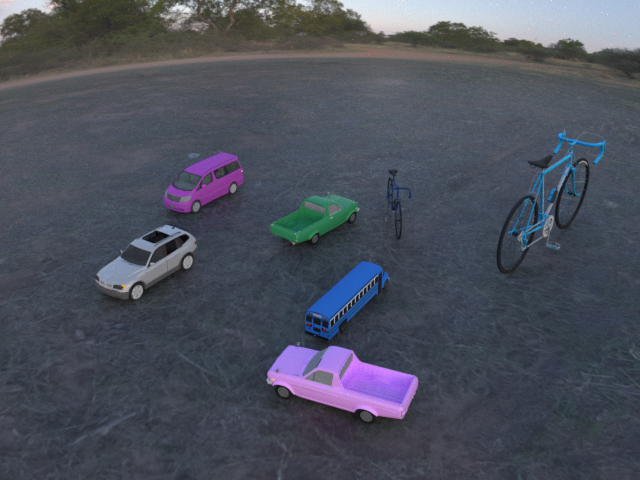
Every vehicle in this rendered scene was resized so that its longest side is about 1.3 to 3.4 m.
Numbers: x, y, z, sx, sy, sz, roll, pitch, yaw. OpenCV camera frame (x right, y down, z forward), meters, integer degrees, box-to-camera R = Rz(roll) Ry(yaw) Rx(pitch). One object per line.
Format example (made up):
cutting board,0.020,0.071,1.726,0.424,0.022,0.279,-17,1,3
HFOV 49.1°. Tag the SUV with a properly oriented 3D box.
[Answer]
SUV,-2.404,0.271,9.782,0.656,0.580,1.572,18,33,30

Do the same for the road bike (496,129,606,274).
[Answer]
road bike,3.379,-0.618,10.308,0.697,1.656,3.004,22,35,35

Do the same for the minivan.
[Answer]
minivan,-2.018,-1.000,12.136,0.681,0.616,1.548,18,33,30

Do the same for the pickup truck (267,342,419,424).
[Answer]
pickup truck,0.233,1.492,7.561,1.603,0.511,0.640,11,30,20

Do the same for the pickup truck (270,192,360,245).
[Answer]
pickup truck,-0.058,-0.381,11.083,0.640,0.511,1.603,21,35,34

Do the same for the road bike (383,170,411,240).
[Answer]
road bike,1.193,-0.640,11.206,0.358,0.852,1.545,-1,28,-2

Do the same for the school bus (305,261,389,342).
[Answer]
school bus,0.399,0.726,9.083,0.365,0.434,1.708,16,32,27
